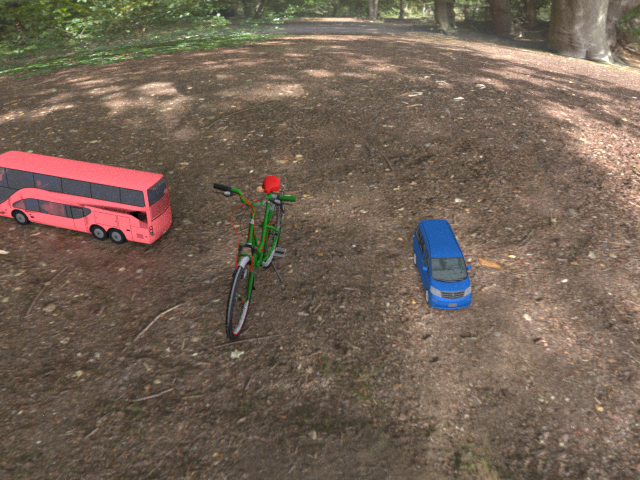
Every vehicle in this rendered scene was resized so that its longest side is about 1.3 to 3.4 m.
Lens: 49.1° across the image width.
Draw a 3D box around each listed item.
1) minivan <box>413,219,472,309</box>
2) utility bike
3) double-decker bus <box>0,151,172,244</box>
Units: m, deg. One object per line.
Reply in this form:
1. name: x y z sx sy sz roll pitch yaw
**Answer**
1. minivan: 1.713 0.324 9.863 0.681 0.616 1.548 -2 32 -3
2. utility bike: -0.736 -0.032 9.272 1.039 1.839 2.791 6 32 9
3. double-decker bus: -3.933 -0.702 11.118 3.251 1.052 0.756 10 33 16
